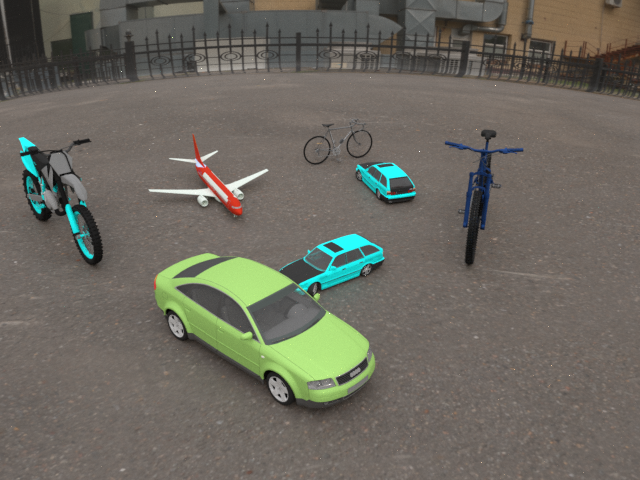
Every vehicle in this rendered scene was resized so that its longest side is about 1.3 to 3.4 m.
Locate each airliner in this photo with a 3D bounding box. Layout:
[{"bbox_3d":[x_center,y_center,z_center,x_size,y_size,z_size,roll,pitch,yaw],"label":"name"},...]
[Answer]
[{"bbox_3d":[-1.873,-1.150,12.472,2.257,0.835,2.541,-13,29,-23],"label":"airliner"}]

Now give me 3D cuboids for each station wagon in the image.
[{"bbox_3d":[1.187,-1.170,12.912,0.682,0.473,1.597,-9,28,-17],"label":"station wagon"},{"bbox_3d":[0.160,0.316,9.973,1.597,0.473,0.682,-19,32,-32],"label":"station wagon"}]

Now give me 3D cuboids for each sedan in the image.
[{"bbox_3d":[-0.734,0.895,8.312,3.137,0.940,1.235,23,35,37],"label":"sedan"}]

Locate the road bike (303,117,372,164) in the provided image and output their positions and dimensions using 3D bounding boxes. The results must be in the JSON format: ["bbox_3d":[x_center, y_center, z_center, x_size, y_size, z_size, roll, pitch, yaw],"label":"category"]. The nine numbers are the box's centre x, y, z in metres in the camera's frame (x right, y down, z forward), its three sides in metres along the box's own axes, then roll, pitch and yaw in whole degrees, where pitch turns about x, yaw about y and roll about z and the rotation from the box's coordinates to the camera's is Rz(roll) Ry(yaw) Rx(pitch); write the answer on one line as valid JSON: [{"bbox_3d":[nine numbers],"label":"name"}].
[{"bbox_3d":[0.377,-1.997,14.129,1.545,0.852,0.358,-11,29,-21],"label":"road bike"}]

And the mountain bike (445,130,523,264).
[{"bbox_3d":[2.507,-0.837,10.908,1.114,1.688,2.857,8,28,15],"label":"mountain bike"}]

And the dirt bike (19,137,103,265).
[{"bbox_3d":[-4.047,-0.754,10.769,1.024,1.666,2.903,-20,33,-35],"label":"dirt bike"}]
